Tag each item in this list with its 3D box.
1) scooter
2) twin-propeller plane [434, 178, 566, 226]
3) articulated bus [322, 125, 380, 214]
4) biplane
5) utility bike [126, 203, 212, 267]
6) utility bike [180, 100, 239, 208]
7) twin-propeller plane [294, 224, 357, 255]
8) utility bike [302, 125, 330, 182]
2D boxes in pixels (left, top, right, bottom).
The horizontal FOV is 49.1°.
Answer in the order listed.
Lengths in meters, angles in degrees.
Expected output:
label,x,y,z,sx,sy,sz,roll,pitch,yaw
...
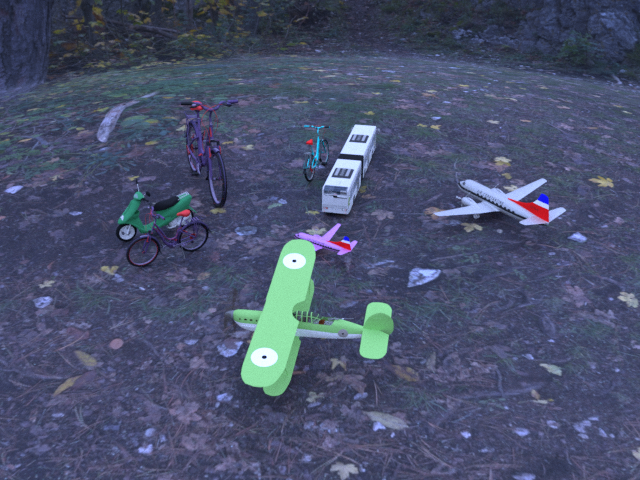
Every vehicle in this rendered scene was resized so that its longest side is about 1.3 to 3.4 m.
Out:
label,x,y,z,sx,sy,sz,roll,pitch,yaw
scooter,-2.730,-0.520,11.602,1.399,0.919,0.662,-16,33,-27
twin-propeller plane,3.145,-0.745,12.141,2.663,0.792,2.129,-17,33,-28
articulated bus,0.628,-1.453,13.667,0.605,0.561,3.401,6,29,11
biplane,-0.158,1.065,8.659,2.120,0.981,2.598,5,29,9
utility bike,-2.309,-0.099,10.809,1.435,0.946,0.535,-18,34,-30
utility bike,-2.084,-1.839,13.044,1.039,1.839,2.791,-12,31,-20
twin-propeller plane,0.032,0.006,11.177,1.095,0.407,1.370,18,33,29
utility bike,-0.120,-1.769,13.841,0.535,0.946,1.435,10,30,17
